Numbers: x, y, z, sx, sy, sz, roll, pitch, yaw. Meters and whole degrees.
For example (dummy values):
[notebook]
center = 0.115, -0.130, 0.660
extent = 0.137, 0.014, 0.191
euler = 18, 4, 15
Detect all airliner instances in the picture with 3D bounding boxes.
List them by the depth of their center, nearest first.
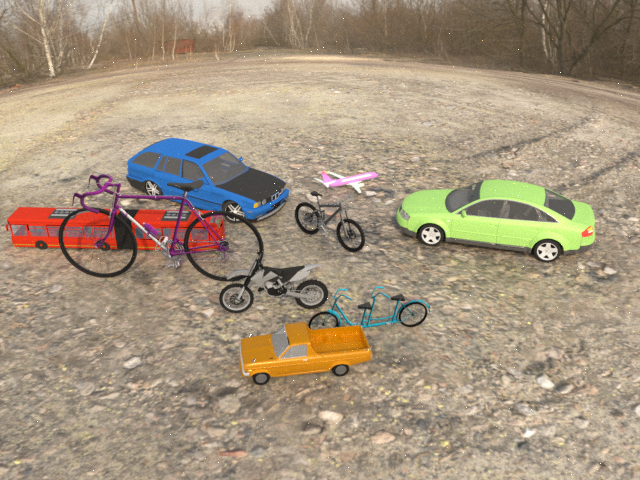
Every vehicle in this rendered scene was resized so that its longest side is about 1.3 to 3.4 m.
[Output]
[airliner]
center = 0.573, -1.225, 13.321
extent = 1.307, 0.429, 1.161
euler = -16, 32, -27

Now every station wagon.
[station wagon]
center = -2.054, -1.167, 12.695
extent = 3.105, 0.920, 1.327
euler = 16, 32, 27

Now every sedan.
[sedan]
center = 2.816, -0.439, 11.324
extent = 3.137, 0.940, 1.235
euler = 8, 29, 14

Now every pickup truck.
[pickup truck]
center = -0.187, 1.316, 8.518
extent = 1.603, 0.511, 0.640
euler = -5, 29, -9

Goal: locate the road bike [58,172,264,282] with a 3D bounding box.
[road bike]
center = -2.308, -0.143, 10.019
extent = 3.004, 1.656, 0.696
euler = 2, 28, 3

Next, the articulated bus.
[articulated bus]
center = -3.261, -0.177, 11.236
extent = 3.401, 0.561, 0.605
euler = 1, 28, 2

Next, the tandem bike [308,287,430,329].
[tandem bike]
center = 0.656, 0.915, 9.083
extent = 1.642, 0.682, 0.283
euler = -5, 29, -10

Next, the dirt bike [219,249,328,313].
[dirt bike]
center = -0.626, 0.605, 9.472
extent = 1.493, 0.857, 0.527
euler = -3, 28, -5

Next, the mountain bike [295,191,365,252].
[mountain bike]
center = 0.139, -0.350, 11.234
extent = 1.469, 0.868, 0.573
euler = 23, 36, 36
